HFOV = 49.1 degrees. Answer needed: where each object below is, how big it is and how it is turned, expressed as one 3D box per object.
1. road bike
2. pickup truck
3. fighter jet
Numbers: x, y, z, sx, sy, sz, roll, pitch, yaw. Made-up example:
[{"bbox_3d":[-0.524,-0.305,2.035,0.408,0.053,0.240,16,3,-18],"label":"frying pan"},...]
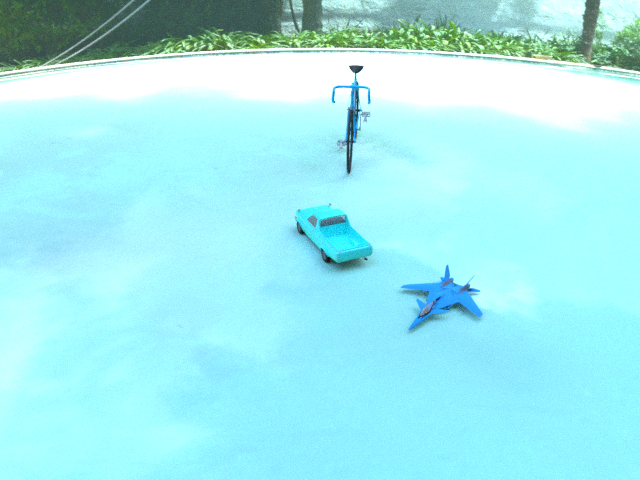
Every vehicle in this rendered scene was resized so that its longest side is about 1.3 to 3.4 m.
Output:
[{"bbox_3d":[0.642,-2.436,13.389,0.696,1.656,3.004,3,28,5],"label":"road bike"},{"bbox_3d":[0.174,-0.144,10.317,0.640,0.511,1.603,-12,30,-21],"label":"pickup truck"},{"bbox_3d":[1.481,0.755,8.872,1.147,0.286,1.358,20,34,32],"label":"fighter jet"}]
